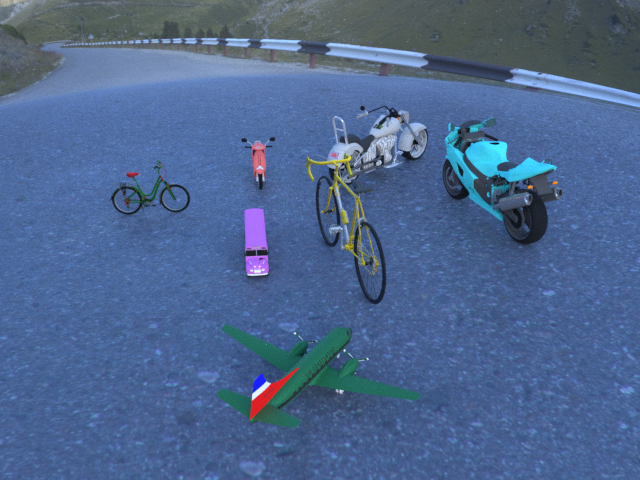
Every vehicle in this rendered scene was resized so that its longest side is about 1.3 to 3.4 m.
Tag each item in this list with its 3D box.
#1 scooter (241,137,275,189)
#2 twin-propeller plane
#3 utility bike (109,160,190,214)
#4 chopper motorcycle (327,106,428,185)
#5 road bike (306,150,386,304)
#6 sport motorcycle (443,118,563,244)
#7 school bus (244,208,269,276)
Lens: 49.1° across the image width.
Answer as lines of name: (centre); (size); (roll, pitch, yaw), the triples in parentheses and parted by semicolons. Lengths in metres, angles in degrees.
scooter: (-1.224, -1.654, 14.005); (0.662, 0.919, 1.399); (-3, 27, -6)
twin-propeller plane: (-0.167, 1.406, 7.970); (2.663, 0.792, 2.129); (15, 30, 28)
utility bike: (-3.061, -0.936, 12.525); (1.435, 0.946, 0.535); (-3, 26, -5)
chopper motorcycle: (1.254, -2.068, 14.209); (0.906, 1.480, 3.040); (22, 34, 37)
road bike: (0.404, -0.293, 10.427); (0.696, 1.656, 3.004); (-8, 27, -16)
sport motorcycle: (2.983, -1.086, 12.095); (0.983, 1.596, 2.955); (-10, 28, -20)
school bus: (-1.023, 0.030, 11.150); (0.365, 0.434, 1.708); (-3, 26, -6)
